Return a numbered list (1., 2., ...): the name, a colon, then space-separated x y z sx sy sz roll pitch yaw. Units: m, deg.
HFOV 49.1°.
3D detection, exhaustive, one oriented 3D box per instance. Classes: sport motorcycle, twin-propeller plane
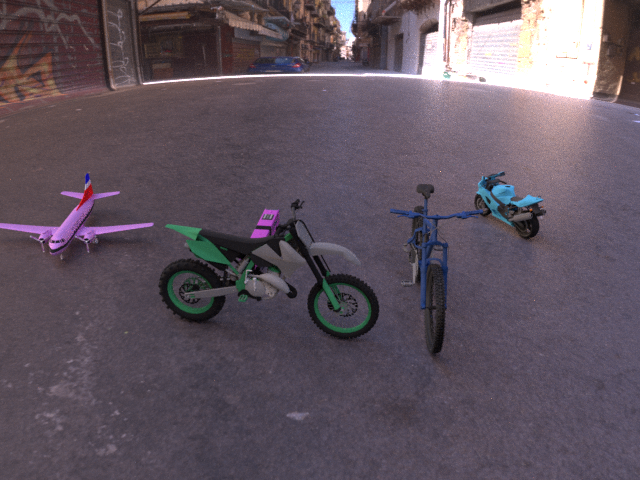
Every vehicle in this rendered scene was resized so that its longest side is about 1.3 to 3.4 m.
1. sport motorcycle: 3.140 -0.605 11.764 0.506 0.821 1.520 -14 30 -26
2. twin-propeller plane: -3.993 -0.387 11.354 2.663 0.792 2.129 0 26 0

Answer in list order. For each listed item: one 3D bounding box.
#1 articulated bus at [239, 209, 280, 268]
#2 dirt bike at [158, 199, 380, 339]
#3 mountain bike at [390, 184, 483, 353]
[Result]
1. articulated bus: -0.932 -0.039 11.218 0.311 0.289 1.749 3 26 7
2. dirt bike: -0.684 0.406 8.757 2.903 1.666 1.024 6 27 11
3. mountain bike: 1.407 0.171 9.210 1.114 1.688 2.857 1 26 1
